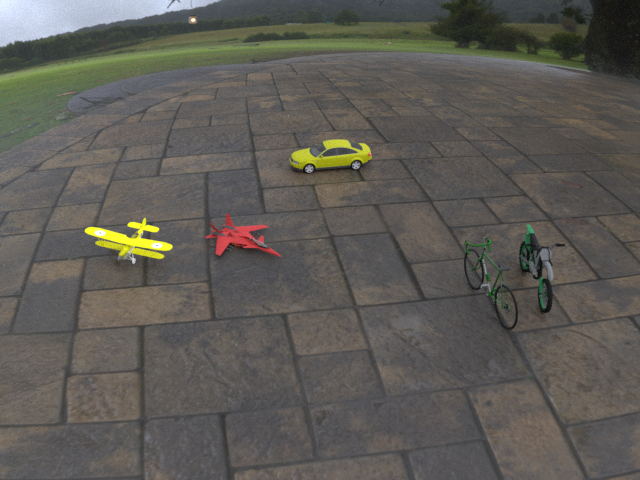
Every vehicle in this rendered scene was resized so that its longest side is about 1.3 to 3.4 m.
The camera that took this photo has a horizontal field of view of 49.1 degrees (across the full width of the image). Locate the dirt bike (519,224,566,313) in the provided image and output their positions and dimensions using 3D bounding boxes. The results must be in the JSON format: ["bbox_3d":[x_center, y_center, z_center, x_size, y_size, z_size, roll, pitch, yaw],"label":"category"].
[{"bbox_3d":[3.065,0.336,9.854,0.527,0.857,1.493,0,30,0],"label":"dirt bike"}]

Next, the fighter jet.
[{"bbox_3d":[-1.139,-0.032,11.051,1.358,0.286,1.147,21,36,32],"label":"fighter jet"}]

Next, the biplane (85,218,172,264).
[{"bbox_3d":[-2.850,0.025,10.738,1.336,0.504,1.090,5,31,8],"label":"biplane"}]

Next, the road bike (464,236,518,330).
[{"bbox_3d":[2.314,0.539,9.511,0.358,0.852,1.545,-8,31,-13],"label":"road bike"}]

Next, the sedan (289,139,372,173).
[{"bbox_3d":[0.205,-1.671,13.665,1.613,0.483,0.635,-6,31,-9],"label":"sedan"}]
